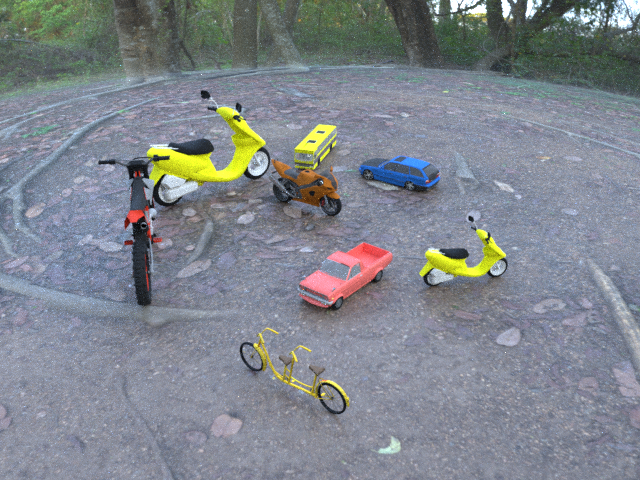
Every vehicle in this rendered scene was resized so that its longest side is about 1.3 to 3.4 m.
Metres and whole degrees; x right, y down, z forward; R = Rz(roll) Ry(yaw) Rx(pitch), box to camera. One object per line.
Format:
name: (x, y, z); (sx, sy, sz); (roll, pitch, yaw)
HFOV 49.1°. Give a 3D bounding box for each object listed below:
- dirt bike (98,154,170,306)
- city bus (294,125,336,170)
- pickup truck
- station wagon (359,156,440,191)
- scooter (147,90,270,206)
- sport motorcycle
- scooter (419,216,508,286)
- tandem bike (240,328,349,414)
dirt bike: (-2.662, -0.330, 10.364); (1.024, 1.666, 2.903); (-5, 28, -10)
city bus: (-0.079, -1.963, 14.818); (0.476, 0.460, 1.674); (8, 29, 15)
pickup truck: (0.389, 0.446, 10.125); (0.640, 0.511, 1.603); (21, 34, 34)
station wagon: (1.532, -1.373, 13.666); (1.597, 0.473, 0.682); (18, 32, 31)
scooter: (-2.027, -1.702, 12.875); (2.721, 1.786, 1.288); (-22, 35, -36)
sport motorcycle: (-0.253, -0.945, 12.465); (1.520, 0.821, 0.506); (18, 32, 31)
scooter: (2.121, 0.206, 10.144); (1.399, 0.919, 0.662); (-7, 28, -14)
tandem bike: (-0.330, 1.458, 7.990); (1.642, 0.682, 0.283); (20, 34, 33)
